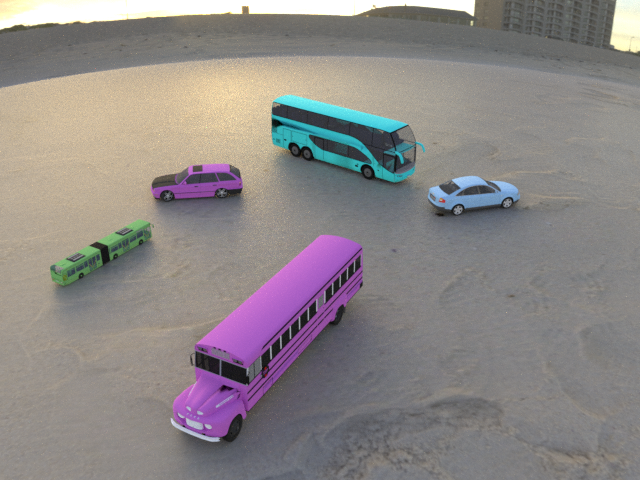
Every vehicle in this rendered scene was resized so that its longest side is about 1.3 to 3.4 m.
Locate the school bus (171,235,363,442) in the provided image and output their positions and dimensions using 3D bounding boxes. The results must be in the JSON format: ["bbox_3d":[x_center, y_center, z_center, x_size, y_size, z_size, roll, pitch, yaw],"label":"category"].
[{"bbox_3d":[-0.492,1.004,8.093,0.709,0.844,3.322,14,31,24],"label":"school bus"}]

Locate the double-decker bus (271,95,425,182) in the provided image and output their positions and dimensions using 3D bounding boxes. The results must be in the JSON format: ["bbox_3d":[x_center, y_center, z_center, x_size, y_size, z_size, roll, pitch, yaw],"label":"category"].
[{"bbox_3d":[0.431,-1.956,13.408,3.251,1.052,0.756,21,35,34],"label":"double-decker bus"}]

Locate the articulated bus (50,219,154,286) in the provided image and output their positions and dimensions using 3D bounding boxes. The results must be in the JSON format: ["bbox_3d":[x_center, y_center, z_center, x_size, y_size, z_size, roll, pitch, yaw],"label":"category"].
[{"bbox_3d":[-3.158,0.156,10.267,0.311,0.289,1.749,16,32,28],"label":"articulated bus"}]

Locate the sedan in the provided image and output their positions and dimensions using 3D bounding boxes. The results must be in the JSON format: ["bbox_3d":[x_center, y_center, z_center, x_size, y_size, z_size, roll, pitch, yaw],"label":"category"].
[{"bbox_3d":[2.628,-0.811,11.869,1.613,0.483,0.635,-8,29,-15],"label":"sedan"}]

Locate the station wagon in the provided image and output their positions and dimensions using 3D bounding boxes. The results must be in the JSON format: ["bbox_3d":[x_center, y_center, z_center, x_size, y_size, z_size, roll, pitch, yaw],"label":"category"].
[{"bbox_3d":[-2.169,-1.041,12.309,1.597,0.473,0.682,-4,28,-8],"label":"station wagon"}]
